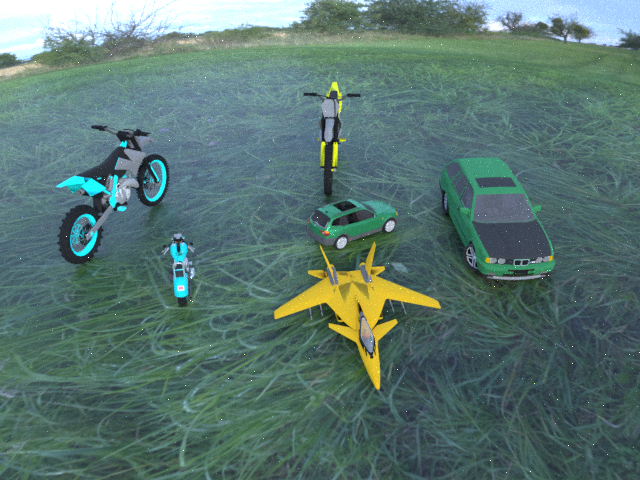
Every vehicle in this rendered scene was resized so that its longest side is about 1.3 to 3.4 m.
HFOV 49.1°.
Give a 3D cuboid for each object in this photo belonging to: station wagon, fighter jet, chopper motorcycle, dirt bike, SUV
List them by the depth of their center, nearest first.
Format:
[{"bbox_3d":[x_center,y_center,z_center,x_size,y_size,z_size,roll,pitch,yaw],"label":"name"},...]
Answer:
[{"bbox_3d":[0.528,0.915,9.104,2.229,0.557,2.640,-3,30,-5],"label":"fighter jet"},{"bbox_3d":[-1.998,0.281,9.997,0.466,0.761,1.563,-5,30,-9],"label":"chopper motorcycle"},{"bbox_3d":[-3.242,-0.882,11.107,1.024,1.666,2.903,10,32,18],"label":"dirt bike"},{"bbox_3d":[2.762,-0.485,11.166,1.327,0.920,3.105,-2,30,-3],"label":"station wagon"},{"bbox_3d":[0.544,-0.352,11.276,1.572,0.580,0.656,-19,35,-29],"label":"SUV"},{"bbox_3d":[0.232,-2.061,13.152,1.024,1.666,2.903,2,30,3],"label":"dirt bike"}]
